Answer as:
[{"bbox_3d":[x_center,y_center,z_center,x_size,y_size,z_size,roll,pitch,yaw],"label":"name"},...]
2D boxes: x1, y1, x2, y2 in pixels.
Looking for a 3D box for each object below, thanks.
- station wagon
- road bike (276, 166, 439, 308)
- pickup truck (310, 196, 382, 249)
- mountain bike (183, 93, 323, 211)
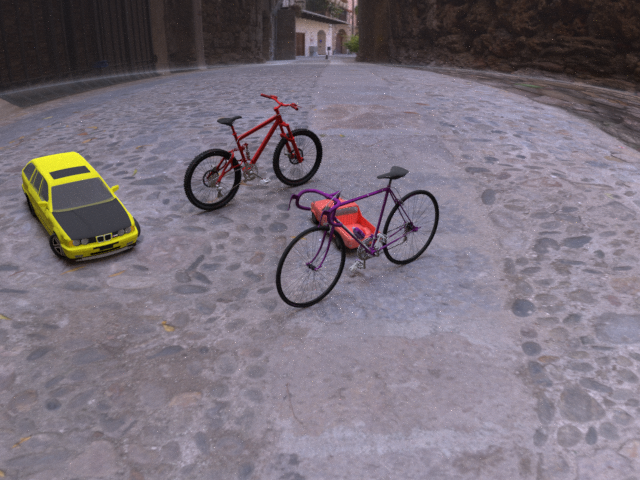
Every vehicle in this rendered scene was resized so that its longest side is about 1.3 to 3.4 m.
[{"bbox_3d":[-3.977,-0.663,11.380,1.327,0.920,3.105,-16,31,-29],"label":"station wagon"},{"bbox_3d":[0.612,-0.131,9.546,3.004,1.656,0.696,-20,34,-34],"label":"road bike"},{"bbox_3d":[0.391,-0.320,11.163,0.640,0.511,1.603,-11,29,-20],"label":"pickup truck"},{"bbox_3d":[-1.104,-1.529,12.224,2.857,1.688,1.114,-19,33,-32],"label":"mountain bike"}]
